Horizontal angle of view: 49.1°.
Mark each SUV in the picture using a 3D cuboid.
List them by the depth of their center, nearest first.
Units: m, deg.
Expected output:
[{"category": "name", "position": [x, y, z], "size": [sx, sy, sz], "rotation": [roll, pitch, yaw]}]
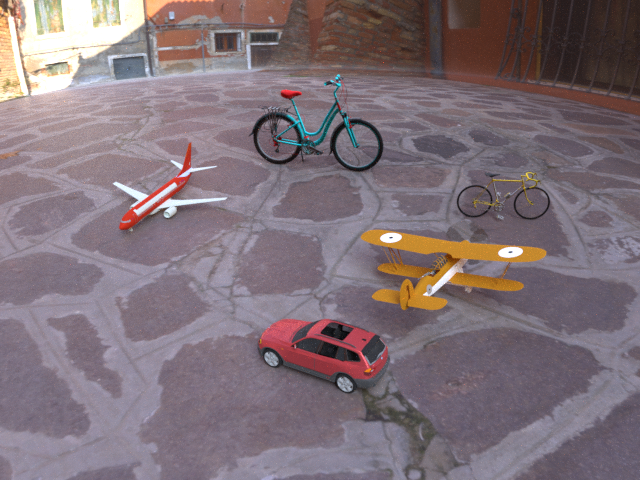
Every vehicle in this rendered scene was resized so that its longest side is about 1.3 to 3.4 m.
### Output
[{"category": "SUV", "position": [0.029, 1.231, 8.108], "size": [1.572, 0.580, 0.656], "rotation": [14, 30, 26]}]

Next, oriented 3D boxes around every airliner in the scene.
[{"category": "airliner", "position": [-2.782, -0.926, 12.139], "size": [2.257, 0.835, 2.541], "rotation": [9, 28, 17]}]

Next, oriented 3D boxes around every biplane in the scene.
[{"category": "biplane", "position": [1.528, 0.425, 9.272], "size": [2.598, 0.981, 2.120], "rotation": [17, 31, 30]}]

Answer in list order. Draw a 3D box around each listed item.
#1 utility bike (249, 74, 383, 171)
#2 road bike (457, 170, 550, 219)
[{"category": "utility bike", "position": [-0.085, -2.352, 13.868], "size": [2.791, 1.839, 1.039], "rotation": [7, 27, 13]}, {"category": "road bike", "position": [3.093, -0.750, 11.768], "size": [1.545, 0.852, 0.358], "rotation": [2, 27, 5]}]
